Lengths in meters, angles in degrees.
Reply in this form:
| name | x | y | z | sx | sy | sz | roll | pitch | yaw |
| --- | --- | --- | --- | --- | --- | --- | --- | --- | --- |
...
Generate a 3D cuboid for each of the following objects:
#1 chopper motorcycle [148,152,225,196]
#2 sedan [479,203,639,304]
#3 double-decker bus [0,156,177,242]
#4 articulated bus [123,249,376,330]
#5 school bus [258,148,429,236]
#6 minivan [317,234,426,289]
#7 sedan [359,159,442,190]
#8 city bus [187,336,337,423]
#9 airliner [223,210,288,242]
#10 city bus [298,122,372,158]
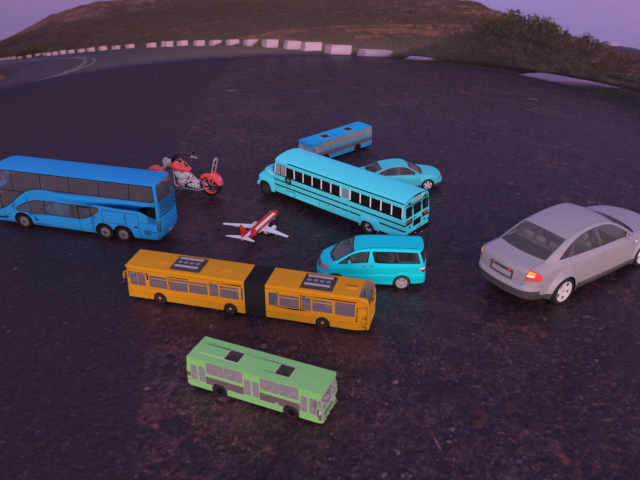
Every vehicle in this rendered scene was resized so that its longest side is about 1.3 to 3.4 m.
| name | x | y | z | sx | sy | sz | roll | pitch | yaw |
| --- | --- | --- | --- | --- | --- | --- | --- | --- | --- |
| chopper motorcycle | -2.445 | -1.224 | 12.565 | 1.563 | 0.761 | 0.466 | 12 | 31 | 20 |
| sedan | 3.691 | -0.003 | 10.140 | 3.137 | 0.940 | 1.235 | -18 | 33 | -29 |
| double-decker bus | -3.914 | -0.691 | 11.285 | 3.251 | 1.052 | 0.756 | 7 | 29 | 13 |
| articulated bus | -0.970 | 0.648 | 9.341 | 3.401 | 0.561 | 0.605 | 7 | 29 | 13 |
| school bus | 0.271 | -0.848 | 11.789 | 3.322 | 0.844 | 0.709 | 23 | 36 | 35 |
| minivan | 0.728 | 0.276 | 9.968 | 1.548 | 0.616 | 0.681 | 2 | 29 | 3 |
| sedan | 1.446 | -1.216 | 12.841 | 1.613 | 0.483 | 0.635 | -5 | 29 | -9 |
| city bus | -0.657 | 1.556 | 7.784 | 1.674 | 0.460 | 0.476 | 12 | 31 | 20 |
| airliner | -0.975 | -0.308 | 11.233 | 1.161 | 0.429 | 1.307 | 12 | 31 | 20 |
| city bus | 0.326 | -1.968 | 14.244 | 1.674 | 0.460 | 0.476 | -23 | 36 | -36 |
